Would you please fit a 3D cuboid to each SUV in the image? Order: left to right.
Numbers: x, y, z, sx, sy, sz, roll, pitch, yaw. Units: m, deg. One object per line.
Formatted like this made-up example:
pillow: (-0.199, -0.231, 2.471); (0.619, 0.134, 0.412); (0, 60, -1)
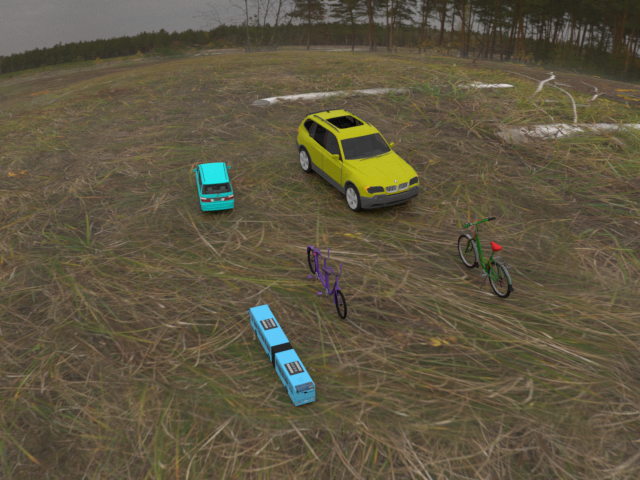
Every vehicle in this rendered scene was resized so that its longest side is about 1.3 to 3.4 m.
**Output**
SUV: (0.628, -1.571, 12.982); (1.276, 1.128, 3.058); (-14, 33, -24)

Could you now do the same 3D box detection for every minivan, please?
minivan: (-1.909, -1.052, 12.586); (0.681, 0.616, 1.548); (-6, 30, -11)

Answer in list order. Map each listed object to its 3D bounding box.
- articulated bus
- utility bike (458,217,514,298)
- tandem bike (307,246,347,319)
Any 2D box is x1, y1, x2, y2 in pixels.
articulated bus: (-0.493, 1.374, 8.636); (0.311, 0.289, 1.749); (-11, 31, -19)
utility bike: (2.324, 0.210, 10.024); (0.535, 0.946, 1.435); (-11, 31, -18)
tandem bike: (0.081, 0.460, 9.850); (0.283, 0.682, 1.642); (-10, 31, -16)
